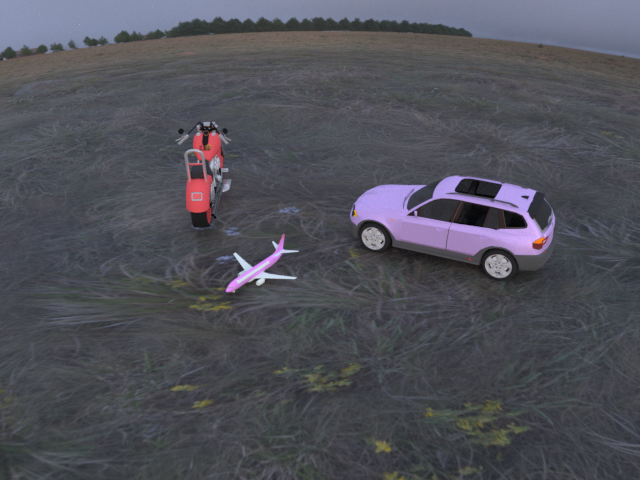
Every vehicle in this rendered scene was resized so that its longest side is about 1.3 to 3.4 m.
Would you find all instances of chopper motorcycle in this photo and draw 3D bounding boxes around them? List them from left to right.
[{"bbox_3d":[-1.917,-1.363,11.896,0.906,1.480,3.040,-1,29,-2],"label":"chopper motorcycle"}]

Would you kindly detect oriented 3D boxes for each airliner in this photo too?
[{"bbox_3d":[-0.891,0.340,9.933,1.161,0.429,1.307,20,35,31],"label":"airliner"}]

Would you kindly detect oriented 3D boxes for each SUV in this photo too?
[{"bbox_3d":[1.953,-0.359,10.465,3.058,1.128,1.276,13,32,22],"label":"SUV"}]
